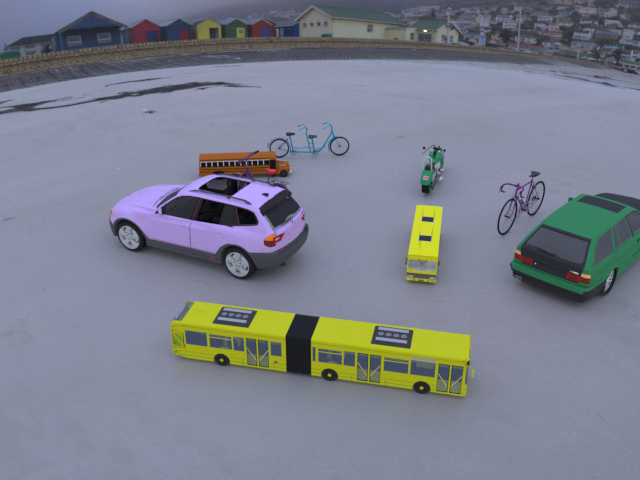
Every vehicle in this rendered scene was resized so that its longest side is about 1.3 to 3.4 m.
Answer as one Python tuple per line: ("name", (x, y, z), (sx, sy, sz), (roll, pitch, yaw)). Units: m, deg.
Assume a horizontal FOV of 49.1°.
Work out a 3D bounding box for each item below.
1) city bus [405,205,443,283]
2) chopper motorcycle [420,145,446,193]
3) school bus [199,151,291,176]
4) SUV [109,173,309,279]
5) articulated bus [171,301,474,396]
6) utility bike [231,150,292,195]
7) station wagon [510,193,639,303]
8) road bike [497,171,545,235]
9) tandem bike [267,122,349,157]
("city bus", (1.544, 0.041, 10.257), (0.476, 0.460, 1.674), (5, 28, 10))
("chopper motorcycle", (2.069, -1.391, 12.693), (0.466, 0.761, 1.563), (9, 29, 17))
("school bus", (-1.396, -1.407, 13.077), (1.708, 0.434, 0.365), (-3, 28, -5))
("SUV", (-1.678, -0.370, 10.324), (3.058, 1.128, 1.276), (13, 30, 23))
("articulated bus", (-0.001, 1.204, 7.902), (3.401, 0.561, 0.605), (6, 28, 11))
("utility bike", (-1.025, -0.935, 11.612), (1.435, 0.946, 0.535), (16, 32, 29))
("station wagon", (4.010, -0.137, 10.100), (1.327, 0.920, 3.105), (23, 35, 37))
("road bike", (3.232, -0.634, 11.134), (0.358, 0.852, 1.545), (23, 35, 37))
("tandem bike", (-0.228, -1.976, 13.907), (1.642, 0.682, 0.283), (-3, 28, -5))
